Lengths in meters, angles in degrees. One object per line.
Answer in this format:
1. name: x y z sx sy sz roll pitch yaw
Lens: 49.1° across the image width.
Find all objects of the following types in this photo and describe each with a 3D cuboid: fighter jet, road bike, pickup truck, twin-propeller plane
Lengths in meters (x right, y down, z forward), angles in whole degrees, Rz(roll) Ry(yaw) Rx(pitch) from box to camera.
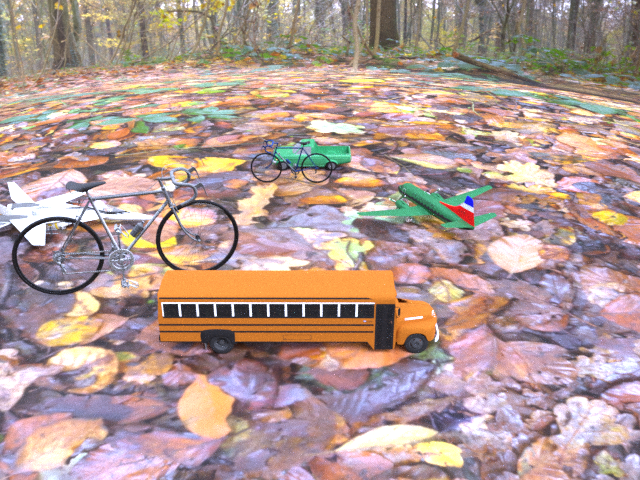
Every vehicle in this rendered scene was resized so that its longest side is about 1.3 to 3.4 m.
1. fighter jet: -4.012 -0.531 11.531 2.640 0.557 2.229 1 26 2
2. road bike: -2.592 -0.126 9.458 3.004 1.656 0.696 -8 27 -16
3. pickup truck: -0.163 -1.730 14.025 1.603 0.511 0.640 0 26 0
4. road bike: -0.535 -1.470 13.110 1.545 0.852 0.358 1 26 1
5. twin-propeller plane: 1.877 -0.650 11.507 2.663 0.792 2.129 -12 29 -24

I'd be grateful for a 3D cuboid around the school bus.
1. school bus: -0.236 0.834 8.426 3.322 0.844 0.709 0 26 0
